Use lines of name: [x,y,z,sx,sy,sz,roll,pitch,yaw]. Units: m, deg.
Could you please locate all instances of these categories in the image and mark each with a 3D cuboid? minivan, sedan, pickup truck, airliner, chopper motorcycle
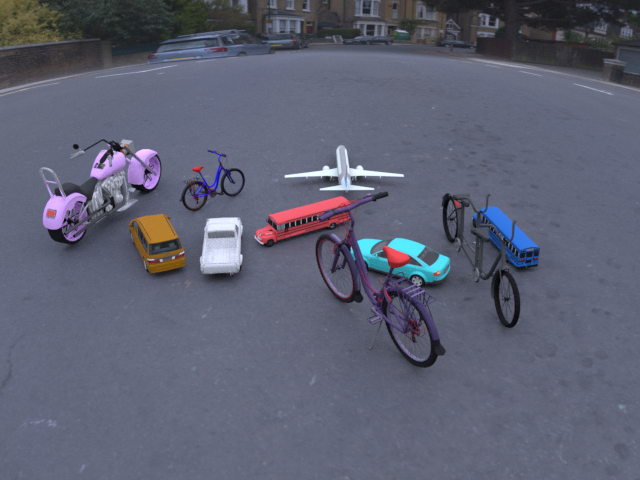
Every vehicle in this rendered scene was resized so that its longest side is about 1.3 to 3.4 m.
minivan: [-2.610,-0.053,11.084,0.681,0.616,1.548,-13,32,-22]
sedan: [1.184,0.253,10.679,1.613,0.483,0.635,15,33,25]
pickup truck: [-1.542,0.042,11.023,0.640,0.511,1.603,-2,30,-4]
airliner: [0.455,-1.517,13.447,2.257,0.835,2.541,0,30,-1]
chopper motorcycle: [-3.659,-1.072,12.007,0.906,1.480,3.040,10,31,17]

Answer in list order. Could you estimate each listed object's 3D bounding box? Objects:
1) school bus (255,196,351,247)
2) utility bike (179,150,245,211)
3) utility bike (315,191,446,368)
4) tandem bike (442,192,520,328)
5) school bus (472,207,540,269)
school bus: [-0.283,-0.318,11.736,1.708,0.434,0.365,-16,33,-26]
utility bike: [-1.970,-1.108,12.613,1.435,0.946,0.535,-25,38,-37]
utility bike: [0.608,0.451,8.955,1.039,1.839,2.791,-17,34,-28]
tandem bike: [2.326,-0.025,10.315,0.550,1.326,3.192,-4,30,-8]
school bus: [2.968,-0.097,11.347,0.365,0.434,1.708,-7,30,-12]
